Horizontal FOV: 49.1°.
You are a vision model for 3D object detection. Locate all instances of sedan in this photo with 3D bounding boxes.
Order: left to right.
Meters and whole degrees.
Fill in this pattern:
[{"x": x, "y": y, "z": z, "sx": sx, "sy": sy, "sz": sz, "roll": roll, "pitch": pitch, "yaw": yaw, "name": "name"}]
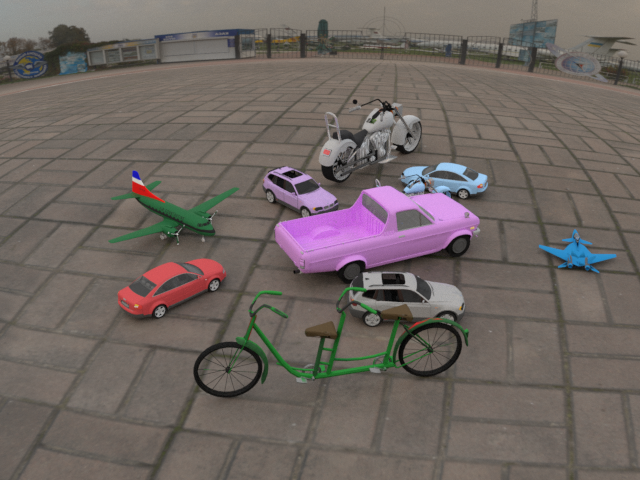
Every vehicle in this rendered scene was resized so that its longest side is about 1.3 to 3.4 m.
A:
[{"x": -2.038, "y": 0.588, "z": 9.773, "sx": 0.635, "sy": 0.483, "sz": 1.613, "roll": 25, "pitch": 37, "yaw": 38, "name": "sedan"}, {"x": 2.304, "y": -1.166, "z": 13.025, "sx": 1.613, "sy": 0.483, "sz": 0.635, "roll": 12, "pitch": 30, "yaw": 20, "name": "sedan"}]

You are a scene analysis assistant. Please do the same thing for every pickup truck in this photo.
[{"x": 0.905, "y": -0.202, "z": 10.702, "sx": 3.117, "sy": 0.993, "sz": 1.244, "roll": -12, "pitch": 31, "yaw": -22, "name": "pickup truck"}]

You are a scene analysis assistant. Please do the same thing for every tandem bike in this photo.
[{"x": 0.167, "y": 1.130, "z": 7.880, "sx": 3.192, "sy": 1.326, "sz": 0.550, "roll": -4, "pitch": 29, "yaw": -8, "name": "tandem bike"}]

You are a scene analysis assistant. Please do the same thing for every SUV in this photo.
[{"x": -0.361, "y": -0.854, "z": 12.345, "sx": 0.656, "sy": 0.580, "sz": 1.572, "roll": -23, "pitch": 36, "yaw": -36, "name": "SUV"}, {"x": 1.151, "y": 0.757, "z": 9.358, "sx": 1.572, "sy": 0.580, "sz": 0.656, "roll": 1, "pitch": 28, "yaw": 1, "name": "SUV"}]

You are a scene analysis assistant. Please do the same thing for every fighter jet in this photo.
[{"x": 4.035, "y": 0.058, "z": 10.963, "sx": 1.147, "sy": 0.286, "sz": 1.358, "roll": 7, "pitch": 29, "yaw": 14, "name": "fighter jet"}]

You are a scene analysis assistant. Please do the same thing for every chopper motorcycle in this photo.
[{"x": 1.079, "y": -2.108, "z": 13.723, "sx": 0.906, "sy": 1.480, "sz": 3.040, "roll": 23, "pitch": 36, "yaw": 35, "name": "chopper motorcycle"}, {"x": 1.593, "y": -0.802, "z": 12.059, "sx": 1.563, "sy": 0.761, "sz": 0.466, "roll": -11, "pitch": 30, "yaw": -20, "name": "chopper motorcycle"}]

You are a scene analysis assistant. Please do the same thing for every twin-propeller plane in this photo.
[{"x": -2.463, "y": -0.552, "z": 11.563, "sx": 2.129, "sy": 0.792, "sz": 2.663, "roll": 22, "pitch": 35, "yaw": 35, "name": "twin-propeller plane"}]
